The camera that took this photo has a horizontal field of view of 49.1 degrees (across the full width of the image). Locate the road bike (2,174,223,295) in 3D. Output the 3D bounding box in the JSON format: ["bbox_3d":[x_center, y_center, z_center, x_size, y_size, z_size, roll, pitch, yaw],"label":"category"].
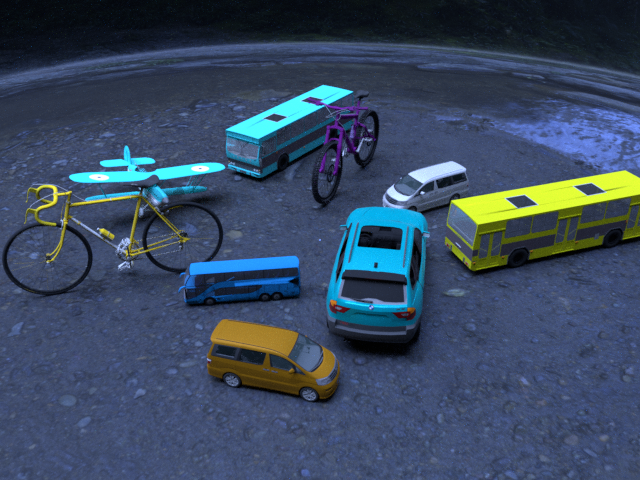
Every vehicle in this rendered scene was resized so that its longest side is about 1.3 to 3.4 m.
[{"bbox_3d":[-2.846,-0.097,9.716,3.004,1.656,0.697,-9,32,-16],"label":"road bike"}]

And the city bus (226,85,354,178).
[{"bbox_3d":[-0.518,-2.208,14.079,0.926,0.894,3.255,19,35,29],"label":"city bus"}]

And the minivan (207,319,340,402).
[{"bbox_3d":[-0.535,1.385,8.213,1.548,0.616,0.681,8,31,13],"label":"minivan"}]

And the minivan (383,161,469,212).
[{"bbox_3d":[1.824,-0.884,12.090,1.548,0.616,0.681,-16,34,-25],"label":"minivan"}]

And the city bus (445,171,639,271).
[{"bbox_3d":[3.582,-0.294,10.806,3.255,0.894,0.926,-10,32,-17],"label":"city bus"}]

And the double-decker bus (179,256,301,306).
[{"bbox_3d":[-1.103,0.563,9.692,1.672,0.541,0.389,-4,31,-7],"label":"double-decker bus"}]

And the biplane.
[{"bbox_3d":[-2.960,-1.022,11.966,2.598,0.981,2.120,-18,35,-27],"label":"biplane"}]

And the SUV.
[{"bbox_3d":[0.849,0.243,9.657,1.276,1.128,3.058,5,31,8],"label":"SUV"}]

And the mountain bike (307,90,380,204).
[{"bbox_3d":[0.510,-1.819,12.628,1.114,1.688,2.857,14,33,22],"label":"mountain bike"}]
